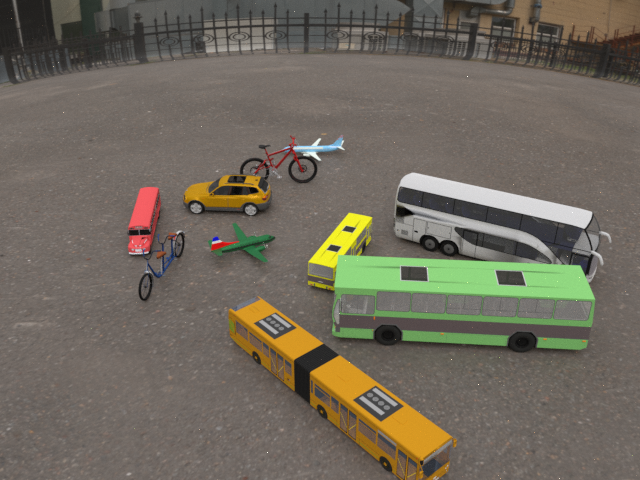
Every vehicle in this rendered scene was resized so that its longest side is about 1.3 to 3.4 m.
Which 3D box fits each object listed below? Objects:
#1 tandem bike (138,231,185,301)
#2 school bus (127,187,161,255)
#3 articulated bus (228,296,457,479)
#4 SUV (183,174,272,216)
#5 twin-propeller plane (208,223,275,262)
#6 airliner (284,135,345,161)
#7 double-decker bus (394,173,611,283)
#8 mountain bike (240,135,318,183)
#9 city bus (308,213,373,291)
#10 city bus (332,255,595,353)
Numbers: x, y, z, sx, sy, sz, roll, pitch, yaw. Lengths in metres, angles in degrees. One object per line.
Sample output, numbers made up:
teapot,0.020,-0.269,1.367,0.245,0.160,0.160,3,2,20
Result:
tandem bike,-2.347,0.246,10.439,0.283,0.682,1.642,7,31,11
school bus,-2.922,-0.324,11.662,0.365,0.434,1.708,-3,30,-4
articulated bus,0.091,1.657,8.139,0.605,0.561,3.401,-24,38,-34
SUV,-1.636,-0.833,12.391,1.572,0.580,0.656,2,30,4
twin-propeller plane,-1.209,0.023,11.095,1.095,0.407,1.370,-15,33,-23
airliner,-0.145,-1.969,14.489,1.307,0.429,1.161,0,30,0
double-decker bus,2.733,-0.186,10.813,3.251,1.052,0.756,15,34,24
mountain bike,-0.778,-1.445,13.155,1.469,0.868,0.573,-3,30,-5
city bus,0.336,0.172,10.786,0.476,0.460,1.674,12,32,20
city bus,1.807,0.842,9.207,3.255,0.894,0.926,2,30,4
